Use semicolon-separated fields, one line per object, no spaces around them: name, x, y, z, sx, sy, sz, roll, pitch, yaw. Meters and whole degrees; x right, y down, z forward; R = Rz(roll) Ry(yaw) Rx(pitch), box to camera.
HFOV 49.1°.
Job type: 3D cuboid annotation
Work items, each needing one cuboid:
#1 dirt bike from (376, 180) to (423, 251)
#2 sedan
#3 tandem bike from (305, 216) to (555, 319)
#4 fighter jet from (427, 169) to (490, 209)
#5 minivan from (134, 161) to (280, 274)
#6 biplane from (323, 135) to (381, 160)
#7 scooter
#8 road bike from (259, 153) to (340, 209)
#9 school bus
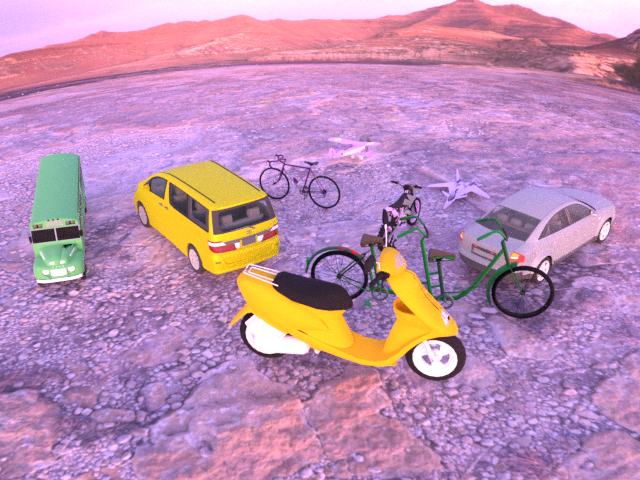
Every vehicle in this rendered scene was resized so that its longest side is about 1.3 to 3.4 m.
dirt bike;1.250;-0.432;10.892;0.527;0.857;1.493;15;31;27
sedan;3.352;-0.280;10.510;3.137;0.940;1.235;-23;35;-37
tandem bike;1.374;0.324;8.926;3.192;1.326;0.550;5;28;9
fighter jet;2.416;-0.881;12.379;1.147;0.286;1.358;13;30;24
minivan;-1.841;-0.532;10.716;1.324;1.197;3.011;-18;33;-31
biplane;0.547;-1.778;13.870;1.090;0.504;1.336;-24;36;-38
scooter;0.286;0.681;7.737;2.721;1.786;1.288;6;28;11
road bike;-0.363;-1.012;12.017;1.545;0.852;0.358;11;30;21
school bus;-4.024;-0.403;10.850;0.709;0.844;3.322;-8;28;-15
